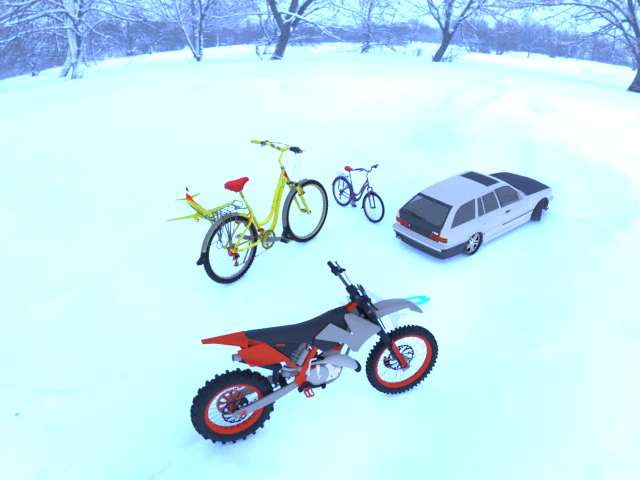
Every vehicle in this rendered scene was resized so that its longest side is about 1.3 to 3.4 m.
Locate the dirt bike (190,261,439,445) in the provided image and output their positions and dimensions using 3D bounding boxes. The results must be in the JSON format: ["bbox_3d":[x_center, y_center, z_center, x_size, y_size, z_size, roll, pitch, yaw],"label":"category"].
[{"bbox_3d":[0.013,1.223,7.495,2.903,1.666,1.024,-11,30,-19],"label":"dirt bike"}]

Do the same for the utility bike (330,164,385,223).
[{"bbox_3d":[0.682,-0.914,12.185,0.535,0.946,1.435,-20,35,-33],"label":"utility bike"}]

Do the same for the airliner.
[{"bbox_3d":[0.933,0.824,9.525,1.307,0.429,1.161,-10,30,-18],"label":"airliner"}]

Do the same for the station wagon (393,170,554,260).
[{"bbox_3d":[2.661,-0.632,11.691,3.105,0.920,1.327,-22,36,-35],"label":"station wagon"}]

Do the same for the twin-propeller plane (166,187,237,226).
[{"bbox_3d":[-2.081,-0.573,12.121,1.370,0.407,1.095,-19,34,-31],"label":"twin-propeller plane"}]

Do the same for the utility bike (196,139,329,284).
[{"bbox_3d":[-0.871,-0.525,10.532,1.039,1.839,2.791,22,36,35],"label":"utility bike"}]
